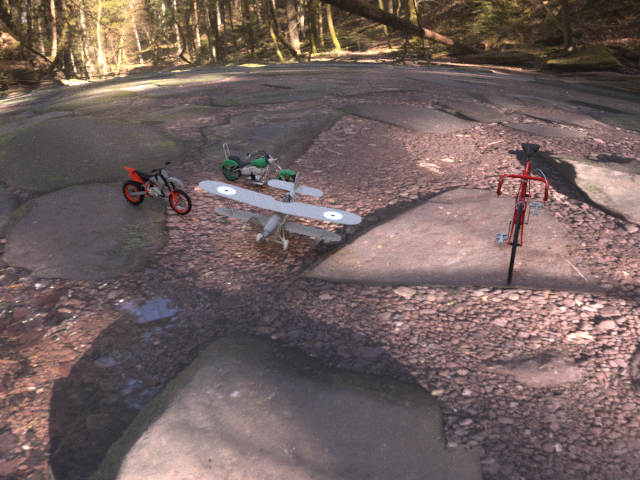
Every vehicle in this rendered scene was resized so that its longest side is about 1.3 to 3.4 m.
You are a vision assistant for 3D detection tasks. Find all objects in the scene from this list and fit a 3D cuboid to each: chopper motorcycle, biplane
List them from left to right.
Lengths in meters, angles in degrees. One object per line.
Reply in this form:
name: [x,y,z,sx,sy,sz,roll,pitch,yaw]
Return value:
chopper motorcycle: [-1.173,-1.388,13.314,1.563,0.761,0.466,10,29,18]
biplane: [-0.564,-0.488,11.338,2.598,0.981,2.120,6,28,11]

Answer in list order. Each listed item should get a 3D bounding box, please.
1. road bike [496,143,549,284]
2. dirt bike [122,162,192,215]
road bike: [3.097,-0.561,10.745,0.697,1.656,3.004,9,29,16]
dirt bike: [-2.894,-0.927,12.321,1.493,0.857,0.527,13,30,23]
